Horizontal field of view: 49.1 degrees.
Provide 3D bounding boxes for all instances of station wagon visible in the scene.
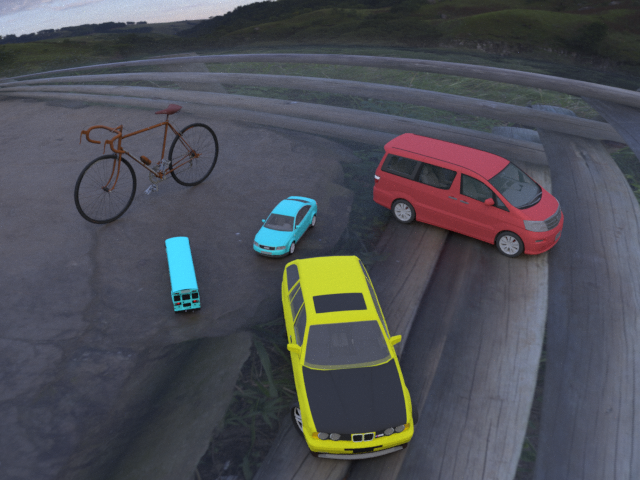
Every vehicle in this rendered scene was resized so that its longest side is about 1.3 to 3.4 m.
[{"bbox_3d":[0.229,1.132,8.095,1.327,0.920,3.105,-4,30,-6],"label":"station wagon"}]

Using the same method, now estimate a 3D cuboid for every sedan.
[{"bbox_3d":[-0.529,-0.270,10.975,0.635,0.483,1.613,10,31,17],"label":"sedan"}]

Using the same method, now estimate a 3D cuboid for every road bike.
[{"bbox_3d":[-2.832,-1.374,11.720,0.696,1.656,3.004,23,37,34],"label":"road bike"}]

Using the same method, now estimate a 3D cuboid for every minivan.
[{"bbox_3d":[2.353,-0.769,11.127,3.011,1.197,1.324,20,35,30],"label":"minivan"}]

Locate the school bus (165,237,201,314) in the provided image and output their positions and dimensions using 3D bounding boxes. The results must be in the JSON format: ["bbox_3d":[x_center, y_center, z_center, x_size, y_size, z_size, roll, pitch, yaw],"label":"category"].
[{"bbox_3d":[-1.946,0.419,9.824,0.365,0.434,1.708,-7,31,-13],"label":"school bus"}]
